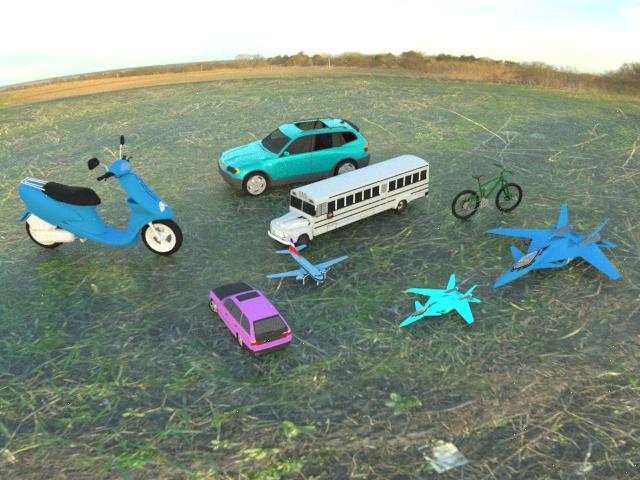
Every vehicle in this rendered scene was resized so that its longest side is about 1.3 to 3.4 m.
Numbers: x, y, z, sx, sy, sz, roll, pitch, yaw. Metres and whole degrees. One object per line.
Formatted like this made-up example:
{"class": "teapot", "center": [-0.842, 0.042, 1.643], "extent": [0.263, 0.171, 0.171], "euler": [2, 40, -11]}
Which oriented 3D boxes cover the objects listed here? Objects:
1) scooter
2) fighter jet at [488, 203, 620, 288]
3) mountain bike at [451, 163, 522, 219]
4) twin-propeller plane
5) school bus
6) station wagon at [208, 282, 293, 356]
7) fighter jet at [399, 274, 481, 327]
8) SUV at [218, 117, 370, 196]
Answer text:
{"class": "scooter", "center": [-3.517, -0.623, 10.970], "extent": [2.721, 1.786, 1.288], "euler": [3, 26, 7]}
{"class": "fighter jet", "center": [3.461, 0.136, 10.816], "extent": [2.640, 0.557, 2.229], "euler": [-22, 34, -38]}
{"class": "mountain bike", "center": [2.998, -0.833, 12.449], "extent": [1.469, 0.868, 0.573], "euler": [-10, 28, -19]}
{"class": "twin-propeller plane", "center": [-0.222, 0.333, 10.583], "extent": [1.370, 0.407, 1.095], "euler": [-13, 29, -25]}
{"class": "school bus", "center": [0.555, -0.712, 12.230], "extent": [3.322, 0.844, 0.709], "euler": [-21, 33, -36]}
{"class": "station wagon", "center": [-0.960, 0.929, 9.285], "extent": [0.682, 0.473, 1.597], "euler": [-13, 29, -26]}
{"class": "fighter jet", "center": [1.564, 0.872, 9.615], "extent": [1.358, 0.286, 1.147], "euler": [-21, 33, -36]}
{"class": "SUV", "center": [-0.509, -1.736, 14.007], "extent": [3.058, 1.128, 1.276], "euler": [-10, 28, -20]}
